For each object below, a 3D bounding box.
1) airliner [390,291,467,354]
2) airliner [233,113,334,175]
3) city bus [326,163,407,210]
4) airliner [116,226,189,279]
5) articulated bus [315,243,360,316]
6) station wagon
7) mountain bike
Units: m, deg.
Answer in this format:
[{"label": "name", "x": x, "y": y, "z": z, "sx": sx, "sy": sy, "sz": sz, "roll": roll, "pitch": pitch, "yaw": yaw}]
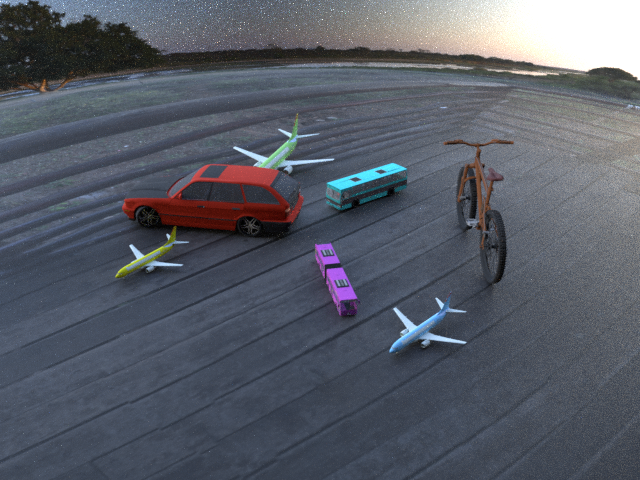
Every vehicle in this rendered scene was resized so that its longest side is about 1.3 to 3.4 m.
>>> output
[{"label": "airliner", "x": 1.332, "y": 1.085, "z": 9.108, "sx": 1.161, "sy": 0.429, "sz": 1.307, "roll": 24, "pitch": 36, "yaw": 39}, {"label": "airliner", "x": -0.876, "y": -1.863, "z": 14.386, "sx": 2.257, "sy": 0.835, "sz": 2.541, "roll": 9, "pitch": 29, "yaw": 17}, {"label": "city bus", "x": 0.892, "y": -0.992, "z": 13.106, "sx": 1.674, "sy": 0.460, "sz": 0.476, "roll": -20, "pitch": 33, "yaw": -33}, {"label": "airliner", "x": -2.659, "y": 0.205, "z": 10.817, "sx": 1.161, "sy": 0.429, "sz": 1.307, "roll": 18, "pitch": 32, "yaw": 31}, {"label": "articulated bus", "x": 0.219, "y": 0.544, "z": 10.312, "sx": 0.311, "sy": 0.289, "sz": 1.749, "roll": -5, "pitch": 28, "yaw": -11}, {"label": "station wagon", "x": -1.882, "y": -0.784, "z": 12.199, "sx": 3.105, "sy": 0.920, "sz": 1.327, "roll": 5, "pitch": 28, "yaw": 9}, {"label": "mountain bike", "x": 2.517, "y": -0.575, "z": 10.956, "sx": 1.114, "sy": 1.688, "sz": 2.857, "roll": -1, "pitch": 27, "yaw": -2}]
